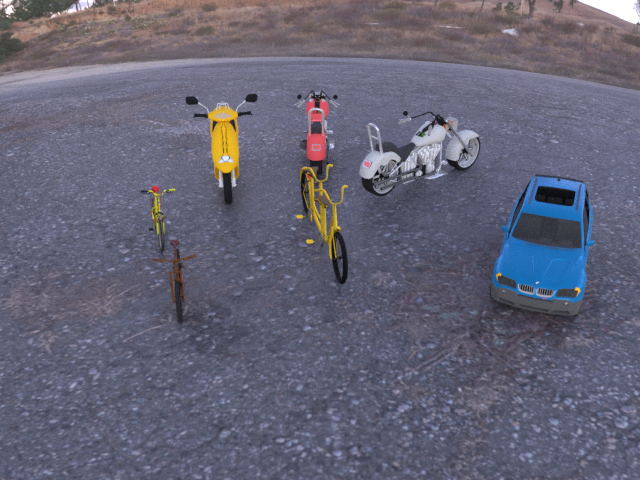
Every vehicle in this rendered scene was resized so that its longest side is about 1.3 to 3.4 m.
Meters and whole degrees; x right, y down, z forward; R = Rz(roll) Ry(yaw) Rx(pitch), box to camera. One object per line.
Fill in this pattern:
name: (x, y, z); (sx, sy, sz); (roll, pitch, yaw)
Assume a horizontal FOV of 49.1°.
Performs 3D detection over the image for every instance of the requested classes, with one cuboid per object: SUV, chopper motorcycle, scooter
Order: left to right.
scooter: (-1.803, -1.955, 13.206); (1.288, 1.786, 2.721); (-4, 29, -7)
chopper motorcycle: (-0.050, -2.423, 14.384); (0.906, 1.480, 3.040); (0, 29, 1)
chopper motorcycle: (1.972, -1.761, 13.171); (3.040, 1.480, 0.906); (-21, 35, -33)
SUV: (3.362, -0.030, 10.366); (1.276, 1.128, 3.058); (11, 30, 19)

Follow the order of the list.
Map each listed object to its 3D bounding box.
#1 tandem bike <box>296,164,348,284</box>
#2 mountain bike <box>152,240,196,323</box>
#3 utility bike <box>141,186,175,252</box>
tandem bike: (0.023, -0.541, 11.097); (0.550, 1.326, 3.192); (-6, 29, -11)
mountain bike: (-1.979, 0.483, 9.699); (0.573, 0.868, 1.469); (-5, 29, -9)
utility bike: (-2.603, -0.474, 11.371); (0.535, 0.946, 1.435); (-9, 30, -16)
